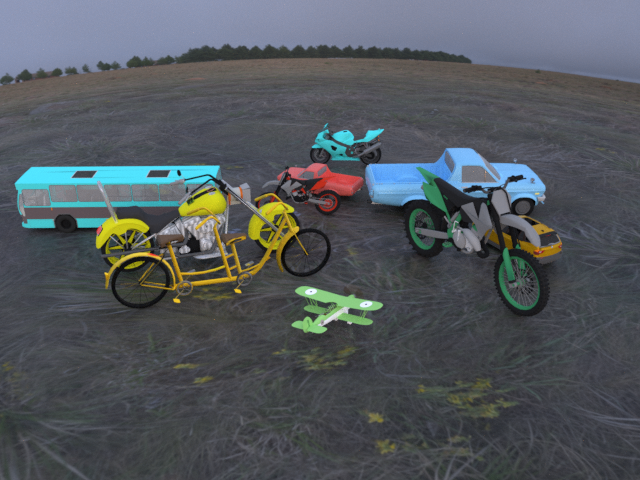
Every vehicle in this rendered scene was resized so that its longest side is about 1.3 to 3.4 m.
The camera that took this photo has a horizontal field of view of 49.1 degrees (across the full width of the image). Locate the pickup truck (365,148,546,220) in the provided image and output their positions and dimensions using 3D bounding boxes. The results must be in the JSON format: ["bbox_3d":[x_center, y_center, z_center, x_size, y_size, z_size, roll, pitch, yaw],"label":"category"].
[{"bbox_3d":[2.367,-1.057,12.423,3.117,0.993,1.244,-1,26,-2],"label":"pickup truck"}]

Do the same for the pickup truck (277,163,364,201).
[{"bbox_3d":[-0.005,-1.132,13.131,1.603,0.511,0.640,12,28,22],"label":"pickup truck"}]

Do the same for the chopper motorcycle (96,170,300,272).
[{"bbox_3d":[-1.775,-0.343,10.391,3.040,1.480,0.906,-9,27,-18],"label":"chopper motorcycle"}]

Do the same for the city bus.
[{"bbox_3d":[-3.300,-0.692,11.783,3.255,0.894,0.926,-1,26,-1],"label":"city bus"}]

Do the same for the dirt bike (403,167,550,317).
[{"bbox_3d":[2.125,-0.147,9.772,1.024,1.666,2.903,-15,29,-27],"label":"dirt bike"}]

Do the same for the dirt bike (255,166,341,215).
[{"bbox_3d":[-0.373,-0.803,12.055,1.493,0.857,0.527,-3,26,-7],"label":"dirt bike"}]

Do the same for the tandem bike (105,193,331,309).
[{"bbox_3d":[-1.325,0.137,9.577,3.192,1.326,0.550,-10,28,-19],"label":"tandem bike"}]

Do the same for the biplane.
[{"bbox_3d":[0.120,0.923,8.898,1.336,0.504,1.090,19,32,34],"label":"biplane"}]

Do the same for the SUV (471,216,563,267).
[{"bbox_3d":[3.050,-0.097,10.914,0.656,0.580,1.572,-13,29,-26],"label":"SUV"}]

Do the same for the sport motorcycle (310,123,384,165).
[{"bbox_3d":[0.548,-1.944,14.451,1.520,0.821,0.506,1,26,1],"label":"sport motorcycle"}]
